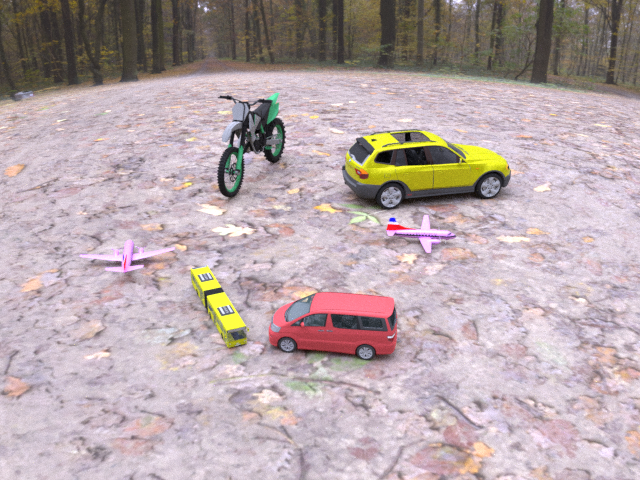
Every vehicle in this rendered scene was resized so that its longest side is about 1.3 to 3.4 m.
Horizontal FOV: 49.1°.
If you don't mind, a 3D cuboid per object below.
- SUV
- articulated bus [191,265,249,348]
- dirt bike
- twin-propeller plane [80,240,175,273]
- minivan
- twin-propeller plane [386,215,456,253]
[{"bbox_3d":[1.936,-1.380,12.660,3.058,1.128,1.276,-7,27,-13],"label":"SUV"},{"bbox_3d":[-1.340,0.828,9.099,0.311,0.289,1.749,-11,28,-21],"label":"articulated bus"},{"bbox_3d":[-1.245,-1.956,13.226,1.024,1.666,2.903,9,27,17],"label":"dirt bike"},{"bbox_3d":[-2.828,0.193,10.263,1.370,0.407,1.095,-4,26,-9],"label":"twin-propeller plane"},{"bbox_3d":[0.152,0.984,8.407,1.548,0.616,0.681,4,26,8],"label":"minivan"},{"bbox_3d":[1.586,-0.145,10.954,1.095,0.407,1.370,3,26,6],"label":"twin-propeller plane"}]
